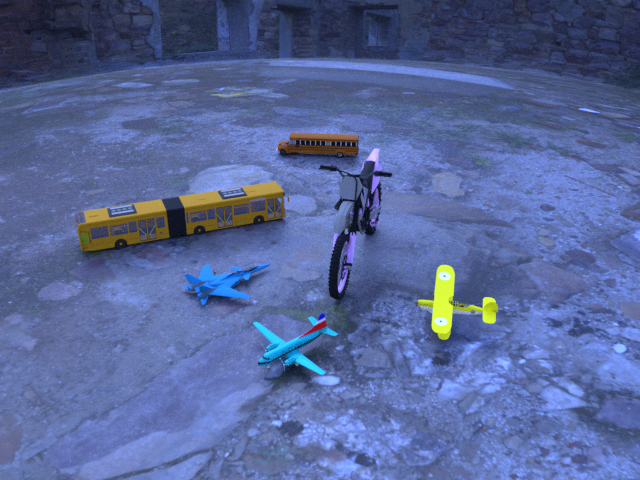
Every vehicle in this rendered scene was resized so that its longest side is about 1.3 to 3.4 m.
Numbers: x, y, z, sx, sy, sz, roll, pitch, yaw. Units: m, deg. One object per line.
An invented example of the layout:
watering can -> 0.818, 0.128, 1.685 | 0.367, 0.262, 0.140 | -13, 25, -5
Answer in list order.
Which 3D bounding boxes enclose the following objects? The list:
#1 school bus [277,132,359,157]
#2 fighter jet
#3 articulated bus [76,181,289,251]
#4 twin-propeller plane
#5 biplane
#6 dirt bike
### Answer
school bus -> -0.050, -1.985, 14.554 | 1.708, 0.434, 0.365 | 3, 29, 5
fighter jet -> -1.270, 0.495, 10.129 | 1.358, 0.286, 1.147 | -21, 35, -34
articulated bus -> -2.206, -0.406, 11.505 | 3.401, 0.561, 0.605 | -11, 30, -19
twin-propeller plane -> -0.325, 1.251, 8.606 | 1.095, 0.407, 1.370 | -22, 36, -35
biplane -> 1.768, 0.893, 9.165 | 1.090, 0.504, 1.336 | 5, 29, 10
dirt bike -> 0.576, -0.406, 10.345 | 1.024, 1.666, 2.903 | 8, 29, 14
